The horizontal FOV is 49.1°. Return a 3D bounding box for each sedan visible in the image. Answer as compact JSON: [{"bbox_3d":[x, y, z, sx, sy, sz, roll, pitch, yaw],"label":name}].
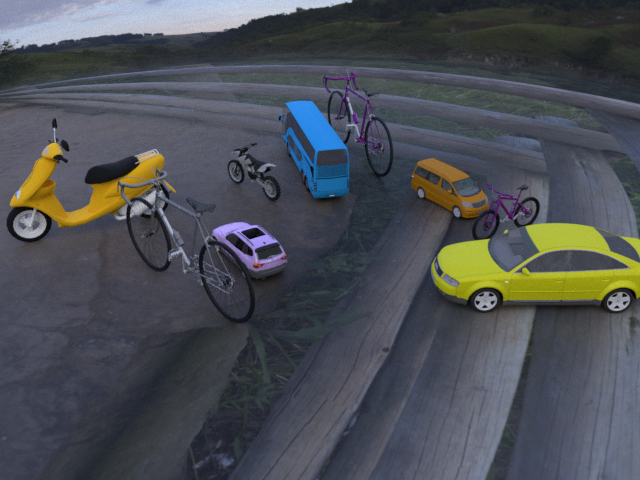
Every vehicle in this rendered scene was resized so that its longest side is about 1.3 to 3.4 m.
[{"bbox_3d":[3.152,0.319,9.814,3.137,0.940,1.235,0,29,0],"label":"sedan"}]

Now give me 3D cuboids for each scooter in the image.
[{"bbox_3d":[-3.731,-0.987,11.329,2.721,1.786,1.288,-13,31,-23],"label":"scooter"}]

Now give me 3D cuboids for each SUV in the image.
[{"bbox_3d":[-1.092,0.065,10.658,0.656,0.580,1.572,-17,33,-29],"label":"SUV"}]

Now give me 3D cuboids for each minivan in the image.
[{"bbox_3d":[2.314,-0.927,12.444,0.681,0.616,1.548,-18,33,-29],"label":"minivan"}]

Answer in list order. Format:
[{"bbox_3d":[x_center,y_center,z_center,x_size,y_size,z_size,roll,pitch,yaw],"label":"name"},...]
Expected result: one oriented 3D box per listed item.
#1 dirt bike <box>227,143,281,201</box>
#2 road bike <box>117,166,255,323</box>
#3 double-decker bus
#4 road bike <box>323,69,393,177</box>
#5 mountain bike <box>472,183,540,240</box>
[{"bbox_3d":[-1.241,-1.278,12.838,0.527,0.857,1.493,-25,37,-38],"label":"dirt bike"},{"bbox_3d":[-1.879,0.020,9.615,0.697,1.656,3.004,-25,37,-38],"label":"road bike"},{"bbox_3d":[-0.152,-1.860,13.702,0.756,1.052,3.251,-6,29,-12],"label":"double-decker bus"},{"bbox_3d":[0.763,-2.414,14.089,0.697,1.656,3.004,-11,31,-20],"label":"road bike"},{"bbox_3d":[3.046,-0.476,11.350,1.469,0.868,0.573,-16,33,-27],"label":"mountain bike"}]
